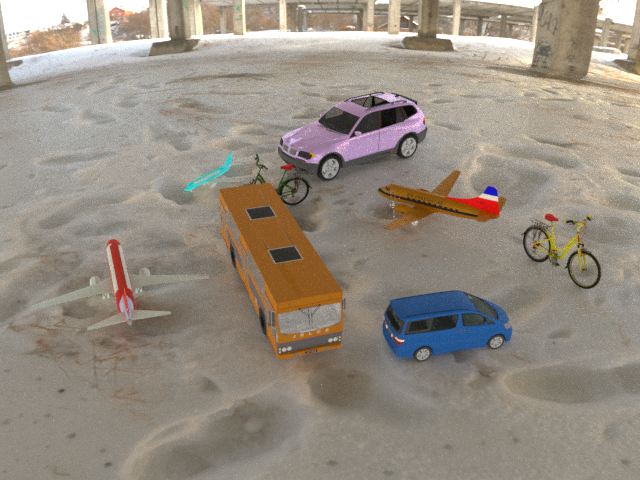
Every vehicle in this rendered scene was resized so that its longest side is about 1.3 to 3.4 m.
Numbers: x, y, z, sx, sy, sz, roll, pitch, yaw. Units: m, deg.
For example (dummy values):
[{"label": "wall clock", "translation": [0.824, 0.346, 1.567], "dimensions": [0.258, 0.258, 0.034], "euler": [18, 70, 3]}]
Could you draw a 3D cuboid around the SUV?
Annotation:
[{"label": "SUV", "translation": [0.660, -2.078, 13.450], "dimensions": [3.058, 1.128, 1.276], "euler": [-18, 34, -30]}]

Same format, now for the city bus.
[{"label": "city bus", "translation": [-0.619, 0.300, 9.329], "dimensions": [0.926, 0.894, 3.255], "euler": [-9, 30, -16]}]

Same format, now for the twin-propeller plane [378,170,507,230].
[{"label": "twin-propeller plane", "translation": [1.871, -0.693, 11.260], "dimensions": [2.129, 0.792, 2.663], "euler": [17, 33, 28]}]

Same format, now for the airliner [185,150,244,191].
[{"label": "airliner", "translation": [-1.987, -1.237, 12.636], "dimensions": [1.161, 0.429, 1.307], "euler": [18, 33, 30]}]

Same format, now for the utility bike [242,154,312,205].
[{"label": "utility bike", "translation": [-0.776, -0.904, 11.486], "dimensions": [1.435, 0.946, 0.535], "euler": [-11, 30, -19]}]

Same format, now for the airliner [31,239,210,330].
[{"label": "airliner", "translation": [-2.655, 0.380, 9.244], "dimensions": [2.257, 0.835, 2.541], "euler": [-10, 30, -17]}]

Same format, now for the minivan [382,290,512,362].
[{"label": "minivan", "translation": [1.547, 0.973, 8.386], "dimensions": [1.548, 0.616, 0.681], "euler": [-7, 29, -13]}]

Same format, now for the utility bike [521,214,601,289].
[{"label": "utility bike", "translation": [3.402, 0.028, 9.776], "dimensions": [0.535, 0.946, 1.435], "euler": [-16, 33, -27]}]
